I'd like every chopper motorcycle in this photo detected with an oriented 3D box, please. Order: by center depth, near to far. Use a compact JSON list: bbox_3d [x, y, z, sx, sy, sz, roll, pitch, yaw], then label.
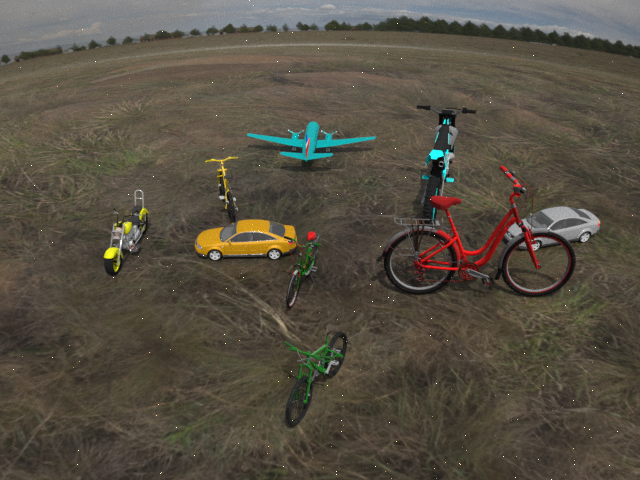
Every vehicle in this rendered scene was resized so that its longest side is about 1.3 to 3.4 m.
[{"bbox_3d":[-3.034,-0.136,10.942,0.466,0.761,1.563,4,31,7],"label":"chopper motorcycle"}]

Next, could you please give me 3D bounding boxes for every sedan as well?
[{"bbox_3d":[-1.168,-0.034,11.042,1.613,0.483,0.635,-1,30,-2],"label":"sedan"},{"bbox_3d":[3.769,-0.232,11.381,1.613,0.483,0.635,-9,32,-15],"label":"sedan"}]

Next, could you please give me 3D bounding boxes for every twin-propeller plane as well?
[{"bbox_3d":[-0.198,-2.099,14.260,2.663,0.792,2.129,2,30,3],"label":"twin-propeller plane"}]

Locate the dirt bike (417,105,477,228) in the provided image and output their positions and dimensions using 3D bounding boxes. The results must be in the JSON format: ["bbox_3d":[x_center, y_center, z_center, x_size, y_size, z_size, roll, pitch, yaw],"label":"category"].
[{"bbox_3d":[2.100,-1.425,12.245,1.024,1.666,2.903,8,31,14],"label":"dirt bike"}]

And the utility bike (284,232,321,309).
[{"bbox_3d":[-0.194,0.308,10.003,0.535,0.946,1.435,8,31,14],"label":"utility bike"}]

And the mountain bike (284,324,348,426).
[{"bbox_3d":[-0.021,1.462,8.110,0.573,0.868,1.469,15,33,24],"label":"mountain bike"}]

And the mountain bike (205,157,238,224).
[{"bbox_3d":[-1.634,-0.903,12.145,0.573,0.868,1.469,-9,31,-14],"label":"mountain bike"}]

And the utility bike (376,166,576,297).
[{"bbox_3d":[2.192,-0.071,9.765,2.791,1.839,1.039,1,30,2],"label":"utility bike"}]
